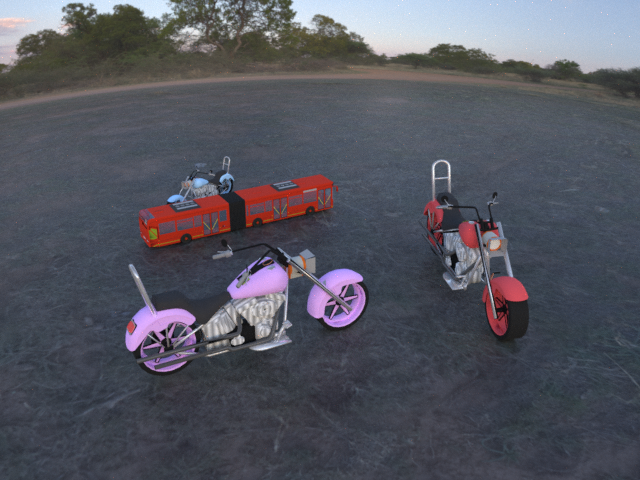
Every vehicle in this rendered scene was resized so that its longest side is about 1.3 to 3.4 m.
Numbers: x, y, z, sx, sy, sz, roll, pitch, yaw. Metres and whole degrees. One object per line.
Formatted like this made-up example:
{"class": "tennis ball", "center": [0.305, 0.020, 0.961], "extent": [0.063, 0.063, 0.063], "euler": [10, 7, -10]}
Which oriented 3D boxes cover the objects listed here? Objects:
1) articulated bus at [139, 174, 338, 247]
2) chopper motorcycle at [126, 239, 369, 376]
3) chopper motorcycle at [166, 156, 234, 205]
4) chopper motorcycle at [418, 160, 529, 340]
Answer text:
{"class": "articulated bus", "center": [-1.303, -0.520, 11.787], "extent": [3.401, 0.561, 0.605], "euler": [-14, 29, -27]}
{"class": "chopper motorcycle", "center": [-0.769, 0.666, 8.212], "extent": [3.040, 1.480, 0.906], "euler": [-13, 28, -25]}
{"class": "chopper motorcycle", "center": [-2.121, -0.942, 12.444], "extent": [0.466, 0.761, 1.563], "euler": [18, 31, 33]}
{"class": "chopper motorcycle", "center": [2.067, 0.044, 9.524], "extent": [0.906, 1.480, 3.040], "euler": [-5, 26, -11]}
